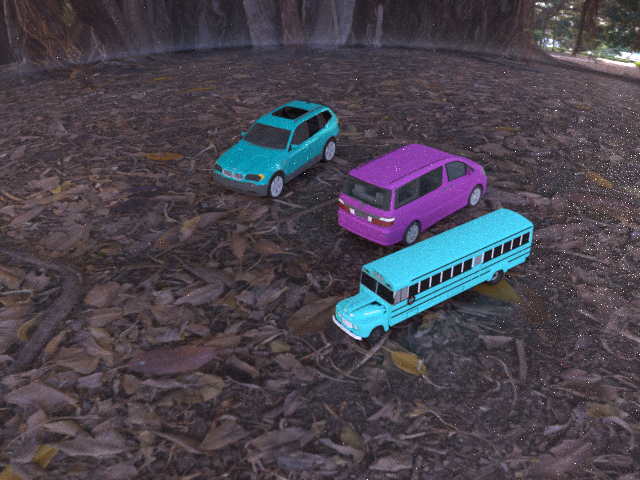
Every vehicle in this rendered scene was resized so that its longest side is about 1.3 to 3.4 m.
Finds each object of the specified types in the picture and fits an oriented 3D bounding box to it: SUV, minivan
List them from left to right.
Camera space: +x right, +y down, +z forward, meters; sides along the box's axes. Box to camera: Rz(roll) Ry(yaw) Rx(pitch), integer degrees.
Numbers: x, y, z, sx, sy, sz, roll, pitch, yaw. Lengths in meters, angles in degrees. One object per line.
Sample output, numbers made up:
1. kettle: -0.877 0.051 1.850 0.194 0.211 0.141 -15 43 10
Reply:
1. SUV: -0.766 -1.825 13.413 1.276 1.128 3.058 17 35 27
2. minivan: 1.659 -0.933 11.835 1.324 1.197 3.011 26 39 37

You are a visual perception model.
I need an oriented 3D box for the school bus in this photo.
1. school bus: 1.639 0.447 9.843 3.322 0.844 0.709 -21 36 -31
